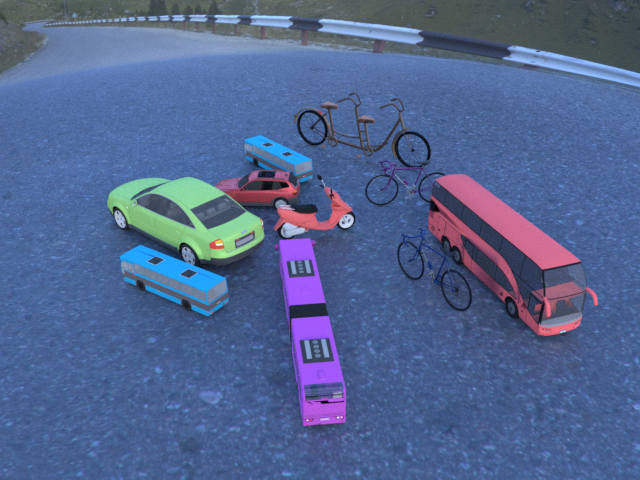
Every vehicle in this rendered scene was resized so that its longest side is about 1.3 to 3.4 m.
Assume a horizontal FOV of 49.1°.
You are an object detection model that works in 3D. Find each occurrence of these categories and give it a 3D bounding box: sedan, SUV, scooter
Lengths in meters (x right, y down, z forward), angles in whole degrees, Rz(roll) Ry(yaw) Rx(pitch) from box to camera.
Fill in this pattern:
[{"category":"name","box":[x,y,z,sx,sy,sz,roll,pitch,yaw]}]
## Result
[{"category":"sedan","box":[-2.247,-0.485,11.269,3.137,0.940,1.235,24,37,35]},{"category":"SUV","box":[-1.119,-0.916,12.401,1.572,0.580,0.656,1,29,3]},{"category":"scooter","box":[-0.071,-0.494,11.307,1.399,0.919,0.662,-10,31,-17]}]

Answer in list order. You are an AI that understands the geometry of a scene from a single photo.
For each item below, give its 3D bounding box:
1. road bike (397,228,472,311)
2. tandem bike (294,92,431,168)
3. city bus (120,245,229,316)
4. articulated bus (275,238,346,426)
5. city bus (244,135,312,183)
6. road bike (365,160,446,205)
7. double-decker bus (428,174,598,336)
[{"category":"road bike","box":[1.588,0.383,9.818,0.358,0.852,1.545,-18,34,-29]},{"category":"tandem bike","box":[0.796,-2.308,14.111,3.192,1.326,0.550,18,34,28]},{"category":"city bus","box":[-2.071,0.574,9.879,1.674,0.460,0.476,18,34,29]},{"category":"articulated bus","box":[-0.160,1.006,9.009,0.605,0.561,3.401,-4,30,-6]},{"category":"city bus","box":[-0.830,-1.557,13.660,0.476,0.460,1.674,-22,36,-34]},{"category":"road bike","box":[1.562,-1.012,12.293,1.545,0.852,0.358,-3,30,-6]},{"category":"double-decker bus","box":[2.595,0.139,10.047,0.756,1.052,3.251,-10,31,-17]}]
